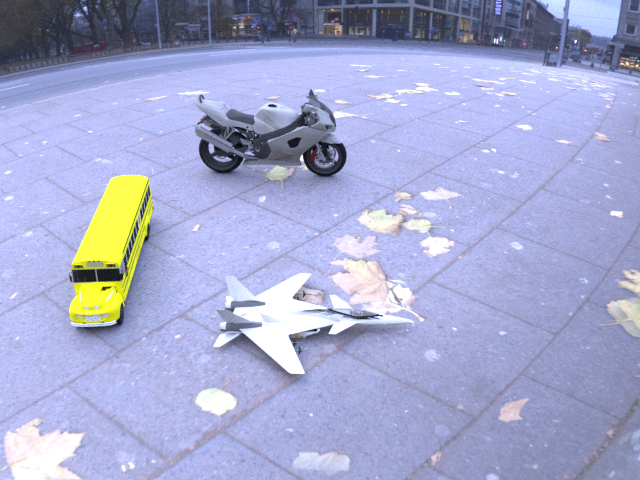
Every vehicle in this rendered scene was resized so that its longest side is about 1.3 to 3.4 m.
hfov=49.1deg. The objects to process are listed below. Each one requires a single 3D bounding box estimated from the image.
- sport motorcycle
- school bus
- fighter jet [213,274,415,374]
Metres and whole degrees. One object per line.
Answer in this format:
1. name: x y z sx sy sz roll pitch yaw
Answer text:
1. sport motorcycle: -0.955 -2.005 13.414 2.955 1.596 0.983 3 30 5
2. school bus: -3.107 0.085 10.571 0.709 0.844 3.322 -2 30 -3
3. fighter jet: -0.043 0.945 9.380 2.640 0.557 2.229 1 30 1
